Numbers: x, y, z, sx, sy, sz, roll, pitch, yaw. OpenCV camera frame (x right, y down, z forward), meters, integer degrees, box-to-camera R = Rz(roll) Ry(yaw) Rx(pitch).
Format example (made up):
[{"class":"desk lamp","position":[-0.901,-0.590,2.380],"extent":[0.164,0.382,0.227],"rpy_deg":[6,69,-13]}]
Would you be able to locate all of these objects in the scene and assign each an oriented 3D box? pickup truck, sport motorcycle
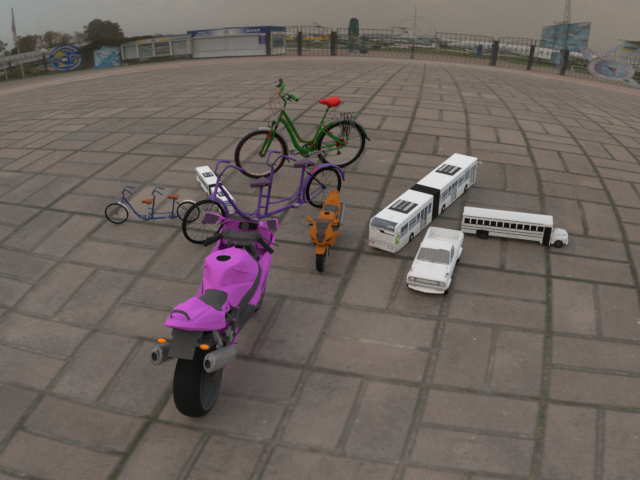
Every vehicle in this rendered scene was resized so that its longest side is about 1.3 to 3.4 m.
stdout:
[{"class":"pickup truck","position":[1.759,0.236,10.537],"extent":[0.640,0.511,1.603],"rpy_deg":[9,30,17]},{"class":"sport motorcycle","position":[0.116,-0.161,10.938],"extent":[0.506,0.821,1.520],"rpy_deg":[5,29,9]},{"class":"sport motorcycle","position":[-1.146,0.757,8.461],"extent":[0.983,1.596,2.955],"rpy_deg":[6,29,11]}]

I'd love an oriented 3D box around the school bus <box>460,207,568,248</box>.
[{"class":"school bus","position":[3.180,-0.220,11.447],"extent":[1.708,0.434,0.365],"rpy_deg":[7,30,13]}]

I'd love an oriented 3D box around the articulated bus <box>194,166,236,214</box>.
[{"class":"articulated bus","position":[-1.934,-0.930,12.890],"extent":[0.311,0.289,1.749],"rpy_deg":[-12,31,-21]}]

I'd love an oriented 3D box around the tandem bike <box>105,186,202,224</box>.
[{"class":"tandem bike","position":[-2.833,-0.584,11.852],"extent":[1.642,0.682,0.283],"rpy_deg":[-2,29,-3]}]

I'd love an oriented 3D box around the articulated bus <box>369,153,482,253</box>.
[{"class":"articulated bus","position":[1.893,-0.721,12.225],"extent":[0.605,0.561,3.401],"rpy_deg":[17,33,28]}]

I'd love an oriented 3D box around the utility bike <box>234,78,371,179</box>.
[{"class":"utility bike","position":[-0.269,-2.073,13.359],"extent":[2.791,1.839,1.039],"rpy_deg":[-10,30,-17]}]

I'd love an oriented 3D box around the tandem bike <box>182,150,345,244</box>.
[{"class":"tandem bike","position":[-0.861,-0.853,11.674],"extent":[3.192,1.326,0.550],"rpy_deg":[-19,34,-30]}]
